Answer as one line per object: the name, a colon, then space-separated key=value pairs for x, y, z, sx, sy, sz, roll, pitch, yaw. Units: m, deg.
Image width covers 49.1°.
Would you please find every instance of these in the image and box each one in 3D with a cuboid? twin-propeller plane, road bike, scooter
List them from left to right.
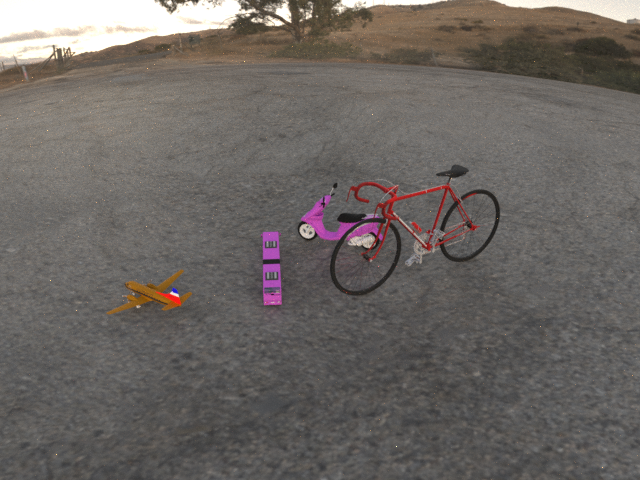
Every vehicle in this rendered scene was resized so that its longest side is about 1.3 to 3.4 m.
twin-propeller plane: x=-2.271 y=0.690 z=9.453 sx=1.095 sy=0.407 sz=1.370 roll=18 pitch=32 yaw=30
scooter: x=0.307 y=-0.332 z=10.854 sx=1.399 sy=0.919 sz=0.662 roll=9 pitch=29 yaw=17
road bike: x=1.426 y=-0.203 z=9.813 sx=3.004 sy=1.656 sz=0.696 roll=-15 pitch=31 yaw=-27

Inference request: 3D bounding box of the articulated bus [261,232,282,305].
articulated bus: x=-0.702 y=0.379 z=10.176 sx=0.311 sy=0.289 sz=1.749 roll=-2 pitch=28 yaw=-4
